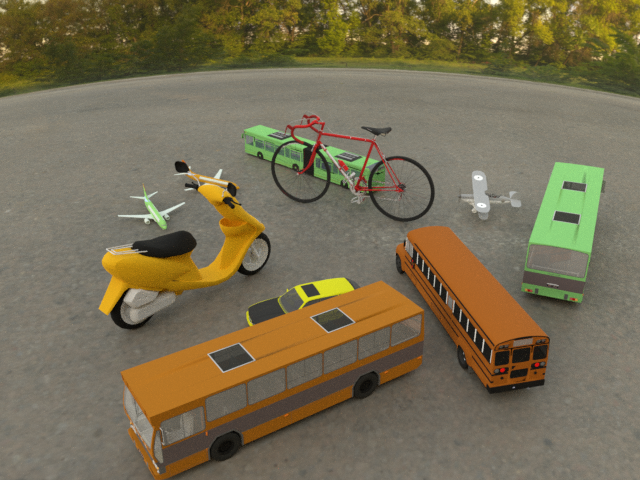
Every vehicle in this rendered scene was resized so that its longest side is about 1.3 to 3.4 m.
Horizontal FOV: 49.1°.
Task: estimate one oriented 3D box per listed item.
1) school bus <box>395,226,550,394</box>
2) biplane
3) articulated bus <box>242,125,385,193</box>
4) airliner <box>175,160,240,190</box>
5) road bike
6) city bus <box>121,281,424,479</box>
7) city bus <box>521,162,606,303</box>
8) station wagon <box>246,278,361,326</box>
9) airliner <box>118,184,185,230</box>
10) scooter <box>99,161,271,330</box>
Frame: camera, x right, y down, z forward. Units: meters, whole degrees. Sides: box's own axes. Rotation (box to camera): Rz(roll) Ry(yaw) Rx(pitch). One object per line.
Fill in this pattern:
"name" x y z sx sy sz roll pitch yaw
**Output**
"school bus" 1.777 0.675 8.984 0.709 0.844 3.322 -6 28 -12
"biplane" 2.910 -0.703 12.036 1.090 0.504 1.336 3 27 6
"articulated bus" -0.203 -1.630 13.777 3.401 0.561 0.605 23 35 37
"airliner" -2.057 -1.194 13.073 1.307 0.429 1.161 13 30 24
"road bike" 0.496 -1.234 11.810 3.004 1.656 0.697 12 30 22
"city bus" -0.388 1.418 7.486 3.255 0.894 0.926 -17 32 -29
"city bus" 3.729 -0.187 10.605 0.926 0.894 3.255 11 29 20
"station wagon" -0.157 0.853 9.044 1.597 0.473 0.682 -10 29 -18
"airliner" -2.807 -0.554 11.828 1.161 0.429 1.307 -13 30 -24
"scooter" -1.704 0.025 9.219 1.288 1.786 2.721 25 36 39
